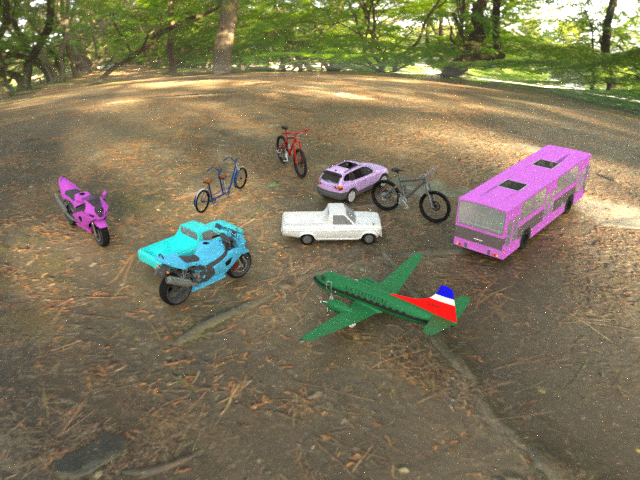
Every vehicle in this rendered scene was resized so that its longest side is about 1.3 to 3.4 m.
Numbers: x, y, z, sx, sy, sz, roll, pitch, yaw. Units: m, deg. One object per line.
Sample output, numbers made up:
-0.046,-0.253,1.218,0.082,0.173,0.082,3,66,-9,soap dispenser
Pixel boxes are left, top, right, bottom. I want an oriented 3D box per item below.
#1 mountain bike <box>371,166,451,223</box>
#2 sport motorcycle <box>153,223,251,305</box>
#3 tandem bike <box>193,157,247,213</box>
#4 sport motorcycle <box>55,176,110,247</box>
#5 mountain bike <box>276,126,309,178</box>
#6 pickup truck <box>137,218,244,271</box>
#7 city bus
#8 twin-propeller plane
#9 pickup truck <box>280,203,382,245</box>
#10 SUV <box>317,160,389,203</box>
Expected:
1.505,-0.793,11.671,1.469,0.868,0.573,16,30,29,mountain bike
-1.545,0.324,9.458,1.520,0.821,0.506,-23,34,-38,sport motorcycle
-1.739,-1.016,12.335,0.283,0.682,1.642,13,29,24,tandem bike
-3.722,-0.457,11.043,0.506,0.821,1.520,-21,33,-36,sport motorcycle
-0.572,-1.787,13.689,0.573,0.868,1.469,-11,28,-22,mountain bike
-1.889,0.037,10.392,0.640,0.511,1.603,23,34,38,pickup truck
3.355,-0.655,11.361,0.926,0.894,3.255,20,33,35,city bus
0.764,0.663,8.804,2.129,0.792,2.663,18,32,32,twin-propeller plane
0.181,-0.280,11.034,1.603,0.511,0.640,-1,26,-1,pickup truck
0.618,-1.154,12.730,0.656,0.580,1.572,20,33,35,SUV
